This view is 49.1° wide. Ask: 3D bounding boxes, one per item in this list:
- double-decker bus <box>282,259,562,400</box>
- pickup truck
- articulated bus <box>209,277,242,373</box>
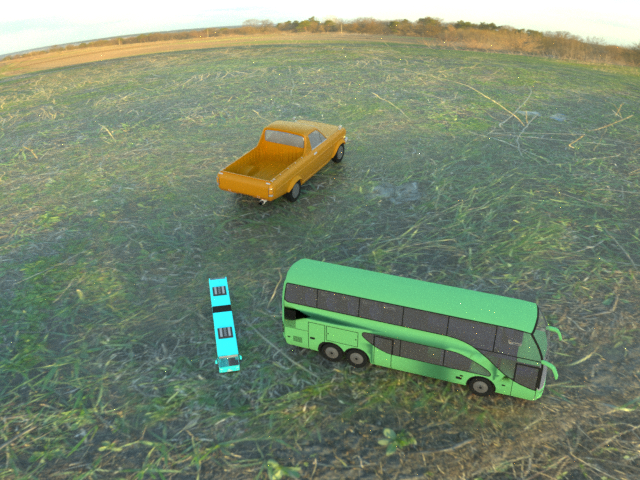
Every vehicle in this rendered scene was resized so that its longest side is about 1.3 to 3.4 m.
[{"bbox_3d":[1.138,1.041,8.263,3.251,1.052,0.756,10,32,17],"label":"double-decker bus"},{"bbox_3d":[-0.605,-1.583,12.834,1.244,0.993,3.117,14,33,22],"label":"pickup truck"},{"bbox_3d":[-1.247,1.048,9.010,0.311,0.289,1.749,-6,31,-10],"label":"articulated bus"}]
